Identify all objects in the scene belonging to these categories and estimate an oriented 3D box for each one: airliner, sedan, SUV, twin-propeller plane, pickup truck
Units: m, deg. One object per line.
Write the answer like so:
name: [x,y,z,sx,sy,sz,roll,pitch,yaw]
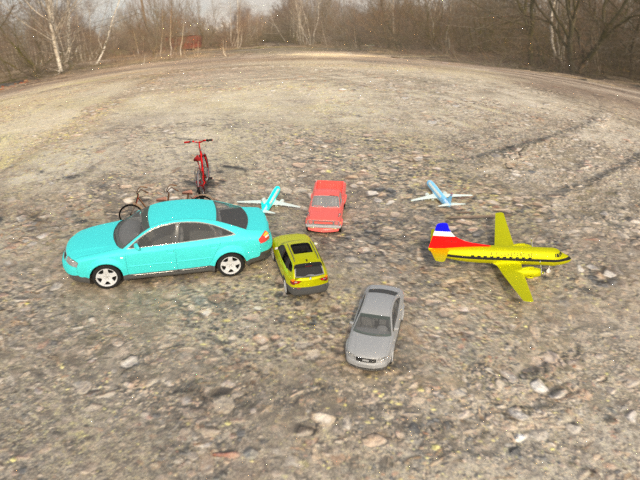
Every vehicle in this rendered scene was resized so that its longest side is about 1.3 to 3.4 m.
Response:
airliner: [-0.889,-0.786,12.511,1.161,0.429,1.307,5,29,9]
sedan: [0.733,1.067,9.093,0.635,0.483,1.613,7,30,12]
SUV: [-0.314,0.272,10.435,0.656,0.580,1.572,-7,30,-12]
twin-propeller plane: [2.700,0.126,10.481,2.129,0.792,2.663,2,29,4]
airliner: [2.178,-0.916,12.746,1.161,0.429,1.307,-5,29,-9]
sedan: [-2.300,-0.044,10.637,3.137,0.940,1.235,-6,29,-10]
pickup truck: [0.125,-0.654,12.187,0.640,0.511,1.603,3,29,5]

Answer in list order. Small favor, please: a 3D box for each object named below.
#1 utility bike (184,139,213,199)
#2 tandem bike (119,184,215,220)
utility bike: [-2.250,-1.367,13.029,0.535,0.946,1.435,-1,29,-2]
tandem bike: [-2.616,-0.633,11.971,1.642,0.682,0.283,-8,30,-14]
